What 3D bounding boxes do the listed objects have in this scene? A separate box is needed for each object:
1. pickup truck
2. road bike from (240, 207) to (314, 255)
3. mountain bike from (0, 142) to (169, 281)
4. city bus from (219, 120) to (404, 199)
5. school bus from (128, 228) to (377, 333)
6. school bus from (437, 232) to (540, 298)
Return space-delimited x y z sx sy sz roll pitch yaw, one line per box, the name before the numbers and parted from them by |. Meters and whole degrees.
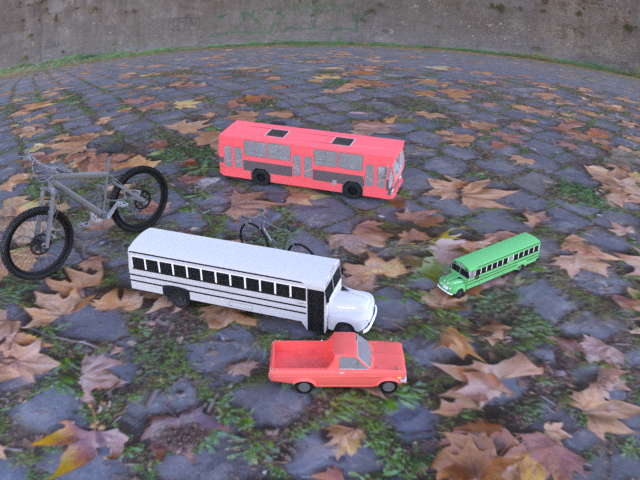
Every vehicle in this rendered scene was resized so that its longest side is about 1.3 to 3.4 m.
pickup truck | 0.206 1.383 8.098 1.603 0.511 0.640 0 30 0
road bike | -0.609 0.058 10.044 1.545 0.852 0.358 23 37 33
mountain bike | -3.399 -0.557 10.270 1.114 1.688 2.857 22 37 33
city bus | -0.166 -1.421 12.552 3.255 0.894 0.926 9 31 16
school bus | -0.893 0.541 9.218 3.322 0.844 0.709 9 31 15
school bus | 2.411 0.345 9.964 1.708 0.434 0.365 -18 35 -28
